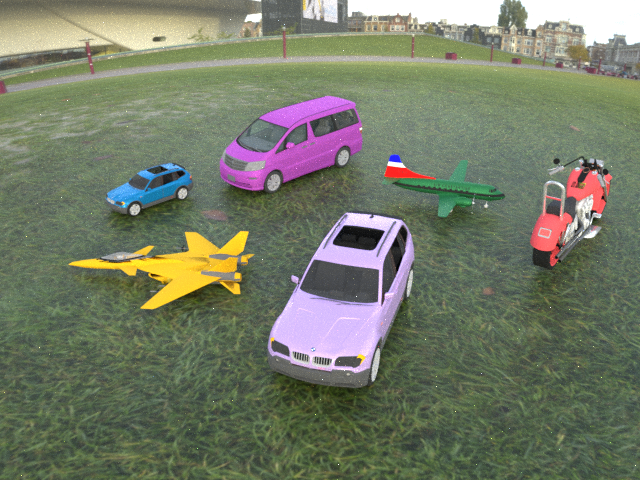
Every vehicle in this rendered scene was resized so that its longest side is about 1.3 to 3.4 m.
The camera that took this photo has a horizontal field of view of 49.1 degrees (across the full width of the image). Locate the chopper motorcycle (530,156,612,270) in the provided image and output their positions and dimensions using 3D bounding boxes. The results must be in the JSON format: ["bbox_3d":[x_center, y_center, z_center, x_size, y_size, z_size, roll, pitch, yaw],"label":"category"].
[{"bbox_3d":[3.946,-0.629,10.694,0.906,1.480,3.040,18,32,31],"label":"chopper motorcycle"}]

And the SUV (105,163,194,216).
[{"bbox_3d":[-2.977,-0.922,12.249,1.572,0.580,0.656,-24,36,-39],"label":"SUV"}]

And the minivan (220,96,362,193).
[{"bbox_3d":[-0.531,-1.878,13.437,3.011,1.197,1.324,-24,36,-39],"label":"minivan"}]

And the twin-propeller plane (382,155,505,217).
[{"bbox_3d":[2.161,-1.018,12.206,2.129,0.792,2.663,8,28,16],"label":"twin-propeller plane"}]

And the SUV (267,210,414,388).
[{"bbox_3d":[0.367,0.597,8.692,1.276,1.128,3.058,9,28,16],"label":"SUV"}]

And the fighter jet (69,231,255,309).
[{"bbox_3d":[-2.338,0.252,9.989,2.640,0.557,2.229,2,27,5],"label":"fighter jet"}]
